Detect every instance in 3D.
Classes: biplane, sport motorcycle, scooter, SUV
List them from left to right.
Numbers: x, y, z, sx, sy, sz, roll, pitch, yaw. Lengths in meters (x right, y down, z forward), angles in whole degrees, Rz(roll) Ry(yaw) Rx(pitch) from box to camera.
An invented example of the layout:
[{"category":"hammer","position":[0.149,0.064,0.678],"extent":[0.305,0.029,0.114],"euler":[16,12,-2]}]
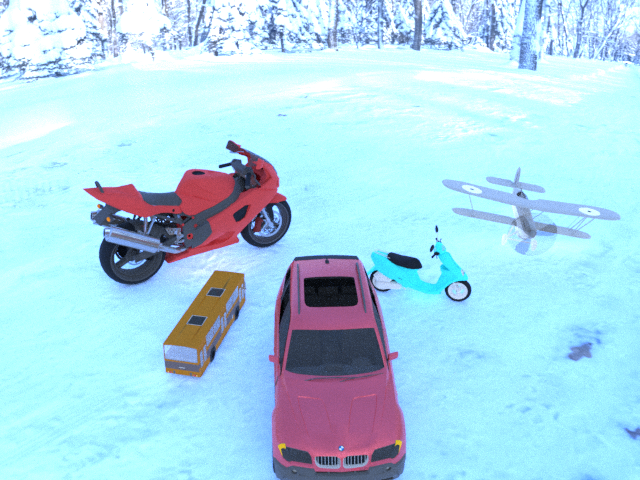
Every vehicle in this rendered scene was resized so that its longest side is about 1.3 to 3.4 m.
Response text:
[{"category":"sport motorcycle","position":[-1.704,-0.370,9.751],"extent":[2.955,1.596,0.983],"euler":[-16,31,-28]},{"category":"SUV","position":[0.120,1.176,7.266],"extent":[1.276,1.128,3.058],"euler":[-1,27,-2]},{"category":"scooter","position":[1.293,0.334,9.127],"extent":[1.399,0.919,0.662],"euler":[7,28,13]},{"category":"biplane","position":[3.122,-0.491,10.657],"extent":[2.598,0.981,2.120],"euler":[3,27,6]}]

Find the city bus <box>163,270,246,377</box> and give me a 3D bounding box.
[{"category":"city bus","position":[-1.335,0.978,8.378],"extent":[0.476,0.460,1.674],"euler":[6,28,11]}]
